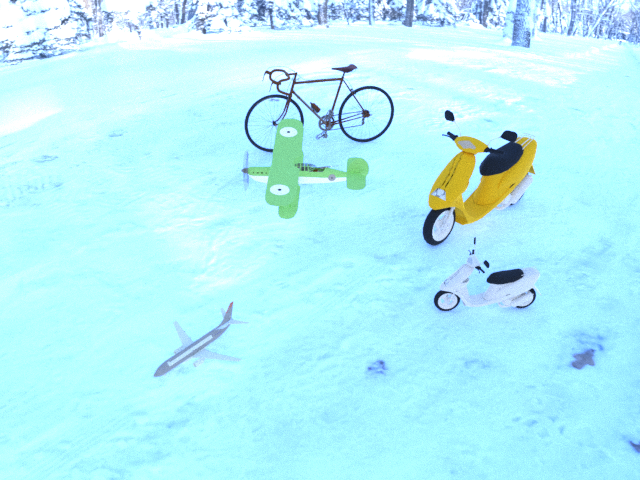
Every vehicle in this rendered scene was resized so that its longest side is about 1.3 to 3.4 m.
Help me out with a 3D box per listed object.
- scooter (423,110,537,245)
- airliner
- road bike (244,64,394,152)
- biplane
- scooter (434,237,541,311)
[{"bbox_3d":[2.541,-1.068,10.772,2.721,1.786,1.288,-25,39,-35],"label":"scooter"},{"bbox_3d":[-1.466,1.183,8.293,1.161,0.429,1.307,23,37,33],"label":"airliner"},{"bbox_3d":[0.023,-2.551,13.414,3.004,1.656,0.697,-8,32,-13],"label":"road bike"},{"bbox_3d":[-0.253,-1.082,11.588,2.120,0.981,2.598,1,31,2],"label":"biplane"},{"bbox_3d":[2.171,0.507,8.958,1.399,0.919,0.662,-2,31,-3],"label":"scooter"}]
